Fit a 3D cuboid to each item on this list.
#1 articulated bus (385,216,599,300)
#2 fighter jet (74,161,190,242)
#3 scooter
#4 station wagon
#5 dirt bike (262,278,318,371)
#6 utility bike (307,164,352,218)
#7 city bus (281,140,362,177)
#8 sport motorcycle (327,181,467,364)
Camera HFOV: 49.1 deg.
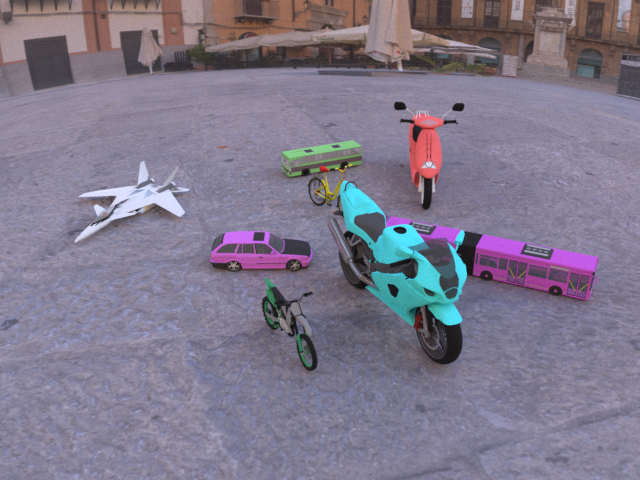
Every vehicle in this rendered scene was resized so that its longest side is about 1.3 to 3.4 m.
[{"bbox_3d":[2.479,0.240,10.767,3.401,0.561,0.605,12,30,22],"label":"articulated bus"},{"bbox_3d":[-3.538,-0.678,12.528,2.229,0.557,2.640,11,29,20],"label":"fighter jet"},{"bbox_3d":[2.020,-1.867,13.477,1.288,1.786,2.721,2,28,3],"label":"scooter"},{"bbox_3d":[-0.916,0.148,11.039,1.597,0.473,0.682,0,28,0],"label":"station wagon"},{"bbox_3d":[-0.404,1.013,8.969,0.527,0.857,1.493,-14,31,-25],"label":"dirt bike"},{"bbox_3d":[0.255,-0.956,12.641,0.535,0.946,1.435,-21,34,-34],"label":"utility bike"},{"bbox_3d":[0.041,-1.680,14.551,1.674,0.460,0.476,-12,30,-22],"label":"city bus"},{"bbox_3d":[1.010,0.366,9.409,0.983,1.596,2.955,-13,30,-23],"label":"sport motorcycle"}]
